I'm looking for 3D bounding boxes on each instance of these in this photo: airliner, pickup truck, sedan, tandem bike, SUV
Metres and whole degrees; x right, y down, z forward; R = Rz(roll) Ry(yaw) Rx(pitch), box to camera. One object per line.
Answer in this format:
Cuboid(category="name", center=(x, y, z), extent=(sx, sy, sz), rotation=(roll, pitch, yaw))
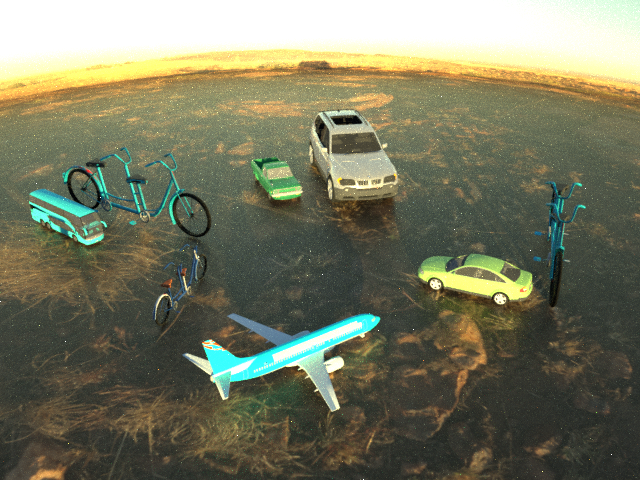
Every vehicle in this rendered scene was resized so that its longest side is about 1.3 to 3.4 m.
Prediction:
Cuboid(category="airliner", center=(-0.259, 1.137, 8.278), extent=(2.541, 0.835, 2.257), rotation=(-18, 32, -32))
Cuboid(category="pickup truck", center=(-0.843, -1.227, 13.276), extent=(0.640, 0.511, 1.603), rotation=(-9, 28, -18))
Cuboid(category="sedan", center=(2.194, 0.480, 9.955), extent=(1.613, 0.483, 0.635), rotation=(12, 29, 22))
Cuboid(category="tandem bike", center=(-1.908, 0.546, 9.605), extent=(0.283, 0.682, 1.642), rotation=(7, 28, 14))
Cuboid(category="tandem bike", center=(-3.148, -0.896, 11.728), extent=(3.192, 1.326, 0.550), rotation=(14, 30, 25))
Cuboid(category="SUV", center=(0.577, -1.694, 13.513), extent=(1.276, 1.128, 3.058), rotation=(-5, 27, -10))
Cuboid(category="tandem bike", center=(3.541, -0.231, 10.423), extent=(0.550, 1.326, 3.192), rotation=(7, 28, 14))

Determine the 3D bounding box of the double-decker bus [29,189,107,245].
Cuboid(category="double-decker bus", center=(-4.196, -0.380, 11.579), extent=(1.672, 0.541, 0.389), rotation=(20, 33, 34))
